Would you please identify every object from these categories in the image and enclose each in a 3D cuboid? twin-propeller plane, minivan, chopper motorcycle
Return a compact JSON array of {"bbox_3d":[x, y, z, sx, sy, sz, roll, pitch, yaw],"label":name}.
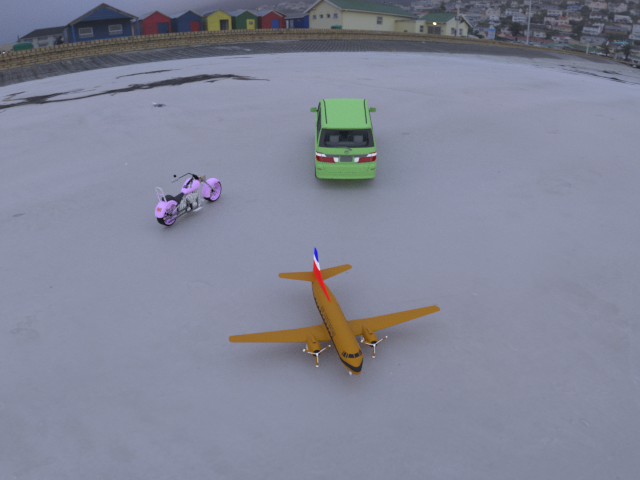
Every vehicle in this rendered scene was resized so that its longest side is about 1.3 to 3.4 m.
[{"bbox_3d":[0.167,0.875,8.674,2.663,0.792,2.129,-7,30,-13],"label":"twin-propeller plane"},{"bbox_3d":[0.468,-2.141,13.716,1.324,1.197,3.011,0,29,0],"label":"minivan"},{"bbox_3d":[-2.187,-0.788,11.716,0.466,0.761,1.563,16,33,27],"label":"chopper motorcycle"}]
